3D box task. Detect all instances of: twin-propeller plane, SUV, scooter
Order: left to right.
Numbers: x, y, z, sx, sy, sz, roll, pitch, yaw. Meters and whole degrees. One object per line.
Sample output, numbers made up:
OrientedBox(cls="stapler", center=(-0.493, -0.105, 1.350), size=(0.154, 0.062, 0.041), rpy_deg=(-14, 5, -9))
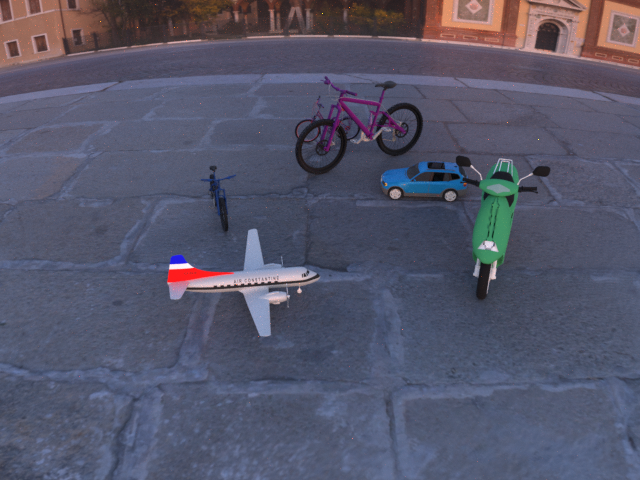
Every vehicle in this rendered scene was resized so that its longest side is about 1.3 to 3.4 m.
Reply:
OrientedBox(cls="twin-propeller plane", center=(-1.048, 0.477, 9.747), size=(2.129, 0.792, 2.663), rpy_deg=(-4, 31, -7))
OrientedBox(cls="SUV", center=(1.872, -1.092, 12.551), size=(1.572, 0.580, 0.656), rpy_deg=(3, 31, 4))
OrientedBox(cls="scooter", center=(2.614, -0.479, 10.367), size=(1.288, 1.786, 2.721), rpy_deg=(9, 32, 15))

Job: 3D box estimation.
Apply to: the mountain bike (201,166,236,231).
OrientedBox(cls="mountain bike", center=(-1.717, -0.775, 11.747), size=(0.573, 0.868, 1.469), rpy_deg=(-9, 32, -14))

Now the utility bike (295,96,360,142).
OrientedBox(cls="utility bike", center=(0.197, -2.445, 14.439), size=(1.435, 0.946, 0.535), rpy_deg=(-4, 31, -7))

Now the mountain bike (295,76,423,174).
OrientedBox(cls="mountain bike", center=(0.801, -2.229, 13.363), size=(2.857, 1.688, 1.114), rpy_deg=(-16, 35, -24))
